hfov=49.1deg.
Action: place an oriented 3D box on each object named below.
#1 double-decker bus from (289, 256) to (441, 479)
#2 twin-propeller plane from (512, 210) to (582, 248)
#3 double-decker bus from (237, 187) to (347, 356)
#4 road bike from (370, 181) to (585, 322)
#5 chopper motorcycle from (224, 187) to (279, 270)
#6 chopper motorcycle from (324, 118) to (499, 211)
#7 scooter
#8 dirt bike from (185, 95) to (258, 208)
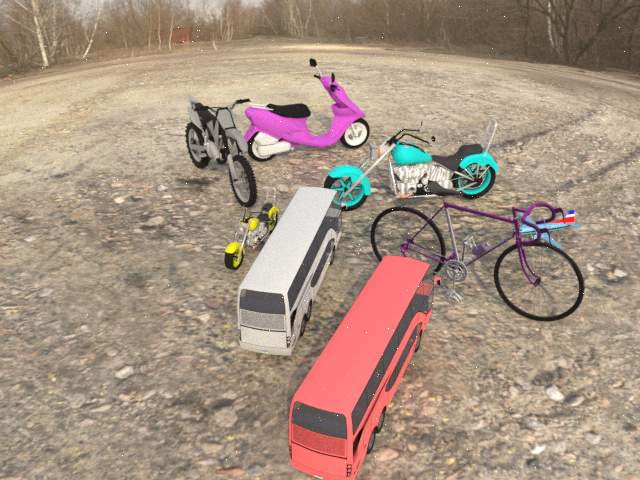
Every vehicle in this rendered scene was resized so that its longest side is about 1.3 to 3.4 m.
[{"bbox_3d":[0.596,1.240,7.864,0.756,1.052,3.251,11,31,19],"label":"double-decker bus"},{"bbox_3d":[3.570,-0.242,11.144,1.095,0.407,1.370,-7,30,-12],"label":"twin-propeller plane"},{"bbox_3d":[-0.311,0.265,9.592,0.756,1.052,3.251,6,30,11],"label":"double-decker bus"},{"bbox_3d":[2.010,0.086,9.294,3.004,1.656,0.697,17,34,27],"label":"road bike"},{"bbox_3d":[-1.036,-0.188,10.690,0.466,0.761,1.563,12,32,20],"label":"chopper motorcycle"},{"bbox_3d":[1.577,-1.277,11.888,3.040,1.480,0.906,-4,30,-8],"label":"chopper motorcycle"},{"bbox_3d":[-0.252,-2.502,13.746,2.721,1.786,1.288,-10,31,-18],"label":"scooter"},{"bbox_3d":[-1.823,-1.742,12.521,1.024,1.666,2.903,-17,33,-27],"label":"dirt bike"}]
